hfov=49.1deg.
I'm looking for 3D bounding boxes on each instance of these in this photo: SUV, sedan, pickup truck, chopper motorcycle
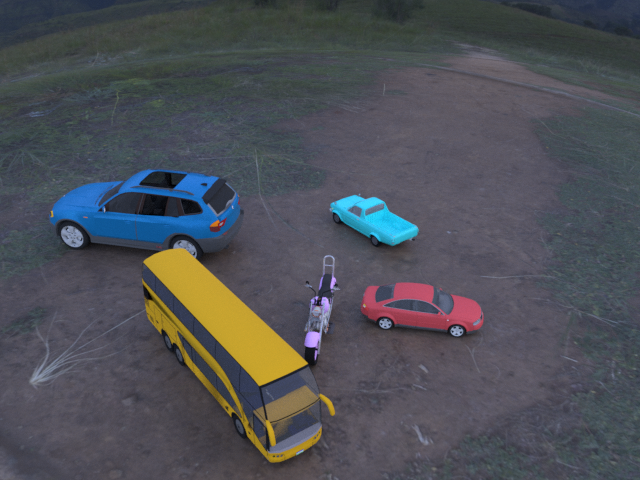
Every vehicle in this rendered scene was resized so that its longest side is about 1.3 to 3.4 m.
[{"bbox_3d":[-2.740,-0.501,11.002,3.058,1.128,1.276,7,30,12],"label":"SUV"},{"bbox_3d":[1.350,0.869,9.249,1.613,0.483,0.635,5,30,9],"label":"sedan"},{"bbox_3d":[0.853,-0.366,11.388,0.640,0.511,1.603,-21,36,-32],"label":"pickup truck"},{"bbox_3d":[0.003,0.877,8.955,0.466,0.761,1.563,5,30,8],"label":"chopper motorcycle"}]

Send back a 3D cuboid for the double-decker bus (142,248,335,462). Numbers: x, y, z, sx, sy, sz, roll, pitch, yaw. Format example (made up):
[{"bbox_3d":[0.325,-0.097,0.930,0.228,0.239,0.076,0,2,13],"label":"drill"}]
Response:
[{"bbox_3d":[-1.094,1.225,8.050,0.756,1.052,3.251,-19,35,-30],"label":"double-decker bus"}]
